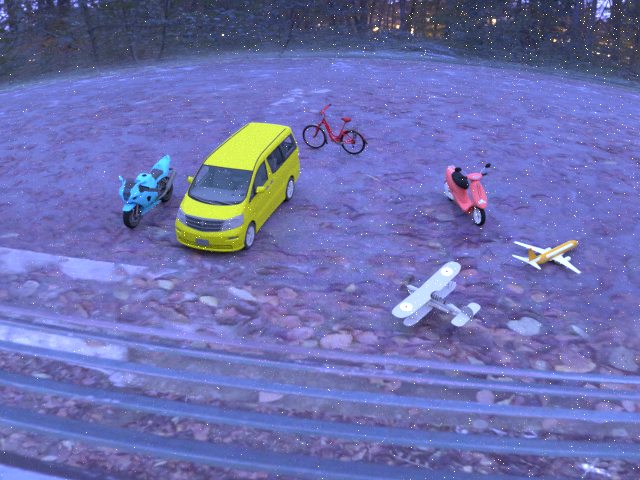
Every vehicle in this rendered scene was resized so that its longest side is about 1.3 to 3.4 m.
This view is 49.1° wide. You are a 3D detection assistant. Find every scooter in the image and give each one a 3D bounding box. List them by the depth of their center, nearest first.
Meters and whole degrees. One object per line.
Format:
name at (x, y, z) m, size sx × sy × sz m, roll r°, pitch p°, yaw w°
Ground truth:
scooter at (2.465, -0.898, 11.839) m, size 0.662 × 0.919 × 1.399 m, roll -9°, pitch 30°, yaw -15°

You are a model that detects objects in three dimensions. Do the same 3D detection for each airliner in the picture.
airliner at (3.495, 0.126, 10.496) m, size 1.307 × 0.429 × 1.161 m, roll -21°, pitch 35°, yaw -32°

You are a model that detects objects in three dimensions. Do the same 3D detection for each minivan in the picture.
minivan at (-1.308, -0.933, 11.615) m, size 1.324 × 1.197 × 3.011 m, roll 9°, pitch 30°, yaw 16°

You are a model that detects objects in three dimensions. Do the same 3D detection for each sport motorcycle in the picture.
sport motorcycle at (-2.904, -0.825, 11.808) m, size 0.506 × 0.821 × 1.520 m, roll 9°, pitch 30°, yaw 16°

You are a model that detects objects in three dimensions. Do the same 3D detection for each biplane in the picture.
biplane at (1.530, 0.820, 9.164) m, size 1.090 × 0.504 × 1.336 m, roll 25°, pitch 37°, yaw 37°

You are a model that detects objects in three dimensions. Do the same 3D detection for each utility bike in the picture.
utility bike at (0.279, -2.209, 14.179) m, size 1.435 × 0.946 × 0.535 m, roll 11°, pitch 31°, yaw 19°
